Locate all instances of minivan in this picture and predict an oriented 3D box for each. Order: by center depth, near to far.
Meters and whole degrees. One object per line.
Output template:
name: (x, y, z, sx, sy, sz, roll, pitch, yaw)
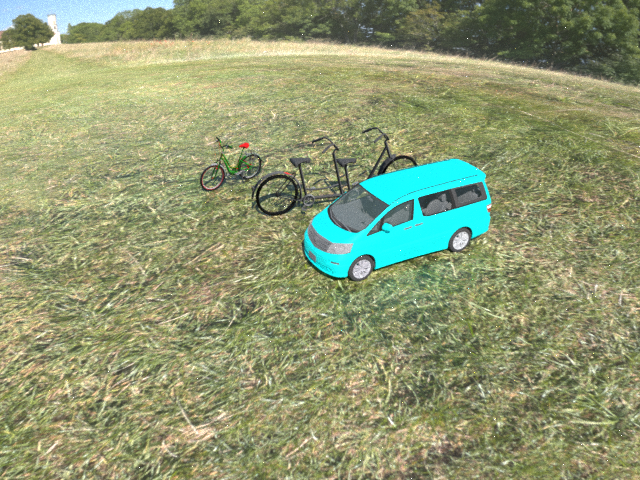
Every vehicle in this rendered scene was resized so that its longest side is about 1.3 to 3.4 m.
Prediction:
minivan: (1.212, -0.373, 10.919, 3.011, 1.197, 1.324, -15, 32, -24)

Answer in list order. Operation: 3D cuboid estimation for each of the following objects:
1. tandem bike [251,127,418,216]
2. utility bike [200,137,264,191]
tandem bike: (0.324, -1.211, 12.298, 3.192, 1.326, 0.550, -10, 31, -18)
utility bike: (-1.617, -1.452, 13.126, 1.435, 0.946, 0.535, -22, 36, -34)
